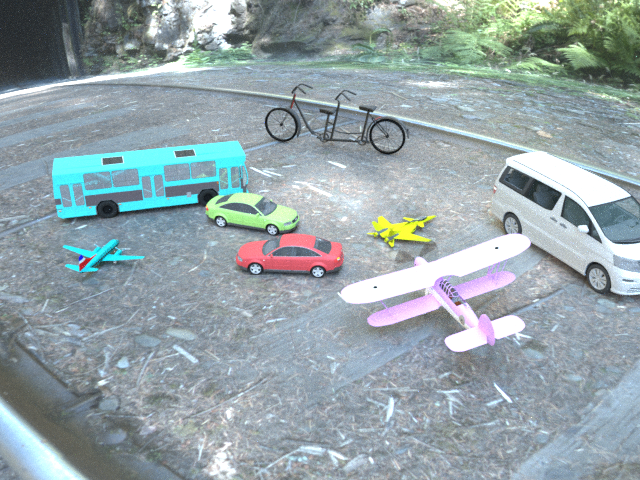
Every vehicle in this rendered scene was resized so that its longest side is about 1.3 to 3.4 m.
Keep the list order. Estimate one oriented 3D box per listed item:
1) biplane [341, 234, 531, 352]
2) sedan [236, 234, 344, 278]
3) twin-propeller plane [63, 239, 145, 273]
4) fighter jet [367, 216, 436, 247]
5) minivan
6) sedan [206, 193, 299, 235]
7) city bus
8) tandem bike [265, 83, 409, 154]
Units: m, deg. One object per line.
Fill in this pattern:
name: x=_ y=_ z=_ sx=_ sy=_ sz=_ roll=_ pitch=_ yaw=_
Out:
biplane: x=1.612 y=0.737 z=8.852 sx=2.598 sy=0.981 sz=2.120 roll=-9 pitch=29 yaw=-16
sedan: x=-0.451 y=0.189 z=10.418 sx=1.613 sy=0.483 sz=0.635 roll=2 pitch=28 yaw=4
twin-propeller plane: x=-3.305 y=0.193 z=10.491 sx=1.370 sy=0.407 sz=1.095 roll=7 pitch=29 yaw=13
fighter jet: x=1.461 y=-0.284 z=11.522 sx=1.358 sy=0.286 sz=1.147 roll=-21 pitch=35 yaw=-34
minivan: x=3.951 y=-0.322 z=10.620 sx=1.324 sy=1.197 sz=3.011 roll=-13 pitch=31 yaw=-23
sedan: x=-1.127 y=-0.485 z=11.690 sx=1.613 sy=0.483 sz=0.635 roll=9 pitch=29 yaw=17
city bus: x=-2.936 y=-1.043 z=12.305 sx=3.255 sy=0.894 sz=0.926 roll=-8 pitch=29 yaw=-14
tandem bike: x=0.311 y=-2.552 z=14.694 sx=3.192 sy=1.326 sz=0.550 roll=9 pitch=29 yaw=16
